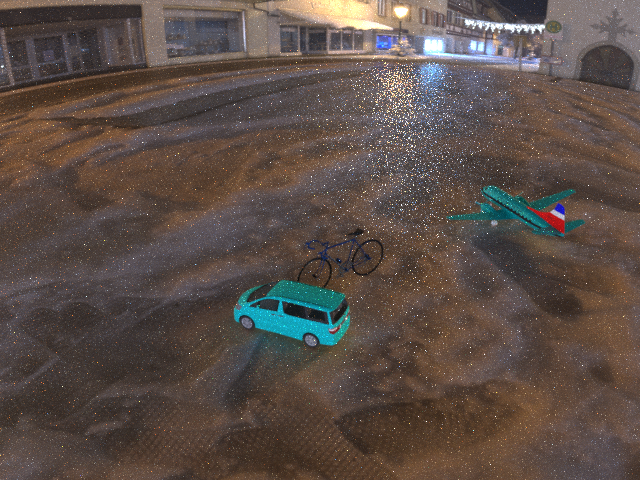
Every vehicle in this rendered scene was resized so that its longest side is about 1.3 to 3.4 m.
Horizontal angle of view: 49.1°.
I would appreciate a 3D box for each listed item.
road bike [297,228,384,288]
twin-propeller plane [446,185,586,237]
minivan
[{"bbox_3d":[0.316,0.278,10.102,1.545,0.852,0.358,-18,33,-30],"label":"road bike"},{"bbox_3d":[3.372,-0.590,11.753,2.663,0.792,2.129,-12,31,-21],"label":"twin-propeller plane"},{"bbox_3d":[-0.393,0.898,9.213,1.548,0.616,0.681,12,31,21],"label":"minivan"}]
